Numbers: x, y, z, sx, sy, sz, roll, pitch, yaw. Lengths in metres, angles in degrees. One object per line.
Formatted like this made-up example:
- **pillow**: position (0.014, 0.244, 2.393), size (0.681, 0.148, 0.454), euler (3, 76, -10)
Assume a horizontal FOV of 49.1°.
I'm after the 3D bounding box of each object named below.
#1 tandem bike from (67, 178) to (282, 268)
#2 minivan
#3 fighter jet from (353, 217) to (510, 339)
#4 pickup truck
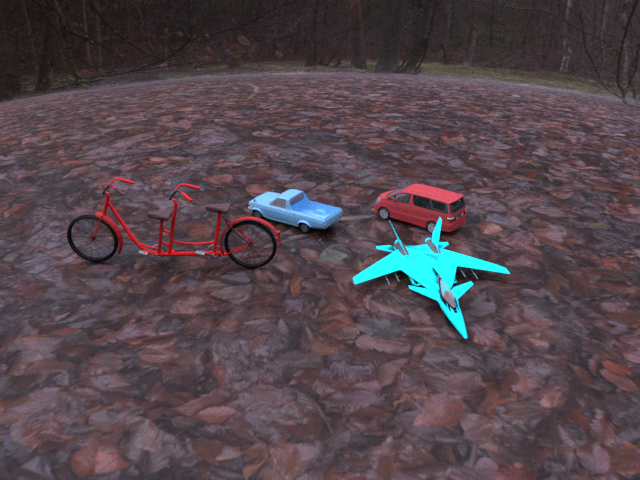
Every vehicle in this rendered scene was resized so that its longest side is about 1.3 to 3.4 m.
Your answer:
- **tandem bike**: position (-2.144, -0.218, 10.113), size (3.192, 1.326, 0.550), euler (2, 26, 4)
- **minivan**: position (1.652, -0.589, 11.689), size (1.548, 0.616, 0.681), euler (19, 32, 34)
- **fighter jet**: position (1.598, 0.467, 9.581), size (2.229, 0.557, 2.640), euler (-3, 26, -7)
- **pickup truck**: position (-0.424, -0.532, 11.692), size (1.603, 0.511, 0.640), euler (16, 30, 29)
